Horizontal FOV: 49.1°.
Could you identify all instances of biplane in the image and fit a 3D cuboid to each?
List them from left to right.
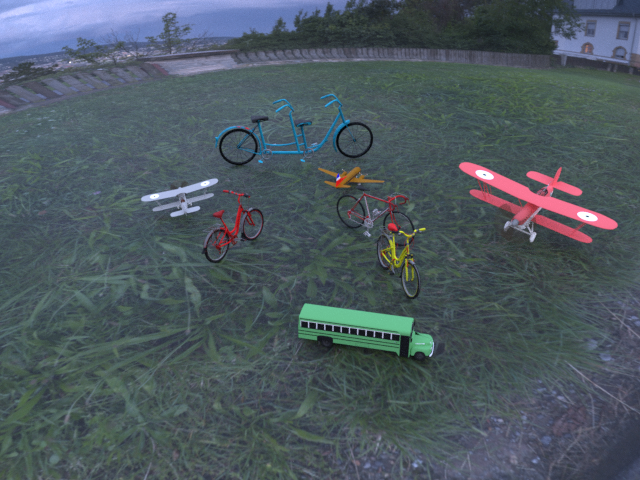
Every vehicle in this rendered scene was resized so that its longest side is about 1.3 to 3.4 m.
[{"bbox_3d":[-2.382,-0.666,12.051,1.336,0.504,1.090,-8,30,-13],"label":"biplane"},{"bbox_3d":[3.587,-0.609,11.458,2.598,0.981,2.120,19,34,30],"label":"biplane"}]

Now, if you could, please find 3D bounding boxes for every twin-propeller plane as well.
[{"bbox_3d":[0.534,-1.214,13.138,1.370,0.407,1.095,14,32,23],"label":"twin-propeller plane"}]

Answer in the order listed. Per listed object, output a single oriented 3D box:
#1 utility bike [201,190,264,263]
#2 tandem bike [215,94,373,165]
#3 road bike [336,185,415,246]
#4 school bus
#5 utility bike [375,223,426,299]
[{"bbox_3d":[-1.387,-0.264,10.871,0.535,0.946,1.435,19,34,30],"label":"utility bike"},{"bbox_3d":[-0.494,-2.172,13.919,3.192,1.326,0.550,-4,29,-8],"label":"tandem bike"},{"bbox_3d":[0.879,-0.437,11.280,1.545,0.852,0.358,22,36,33],"label":"road bike"},{"bbox_3d":[0.584,1.152,8.847,1.708,0.434,0.365,7,30,12],"label":"school bus"},{"bbox_3d":[1.166,0.173,10.084,0.535,0.946,1.435,-10,31,-17],"label":"utility bike"}]
